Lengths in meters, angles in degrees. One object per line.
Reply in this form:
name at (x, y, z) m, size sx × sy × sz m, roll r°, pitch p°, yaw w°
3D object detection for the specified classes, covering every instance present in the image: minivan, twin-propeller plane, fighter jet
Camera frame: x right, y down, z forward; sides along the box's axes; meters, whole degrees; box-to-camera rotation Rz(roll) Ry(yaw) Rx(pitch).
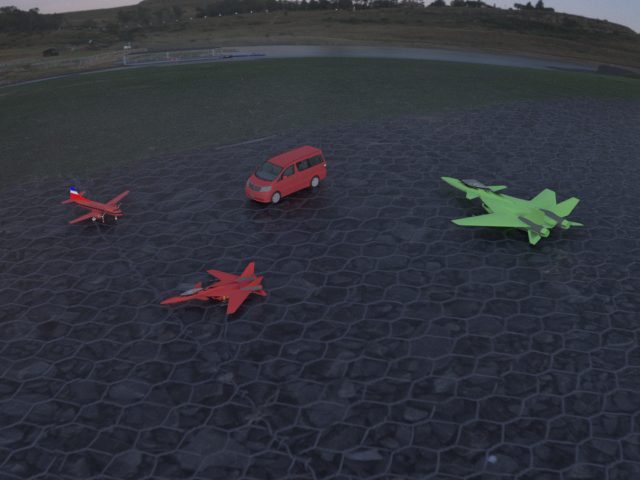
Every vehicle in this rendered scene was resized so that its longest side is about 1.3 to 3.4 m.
minivan at (-0.594, -1.151, 12.194) m, size 0.681 × 0.616 × 1.548 m, roll 25°, pitch 37°, yaw 38°
twin-propeller plane at (-3.642, -0.593, 11.367) m, size 1.095 × 0.407 × 1.370 m, roll 13°, pitch 31°, yaw 23°
fighter jet at (-1.430, 0.627, 9.202) m, size 1.358 × 0.286 × 1.147 m, roll -10°, pitch 30°, yaw -19°
fighter jet at (2.911, -0.759, 11.520) m, size 2.229 × 0.557 × 2.640 m, roll -17°, pitch 33°, yaw -29°
